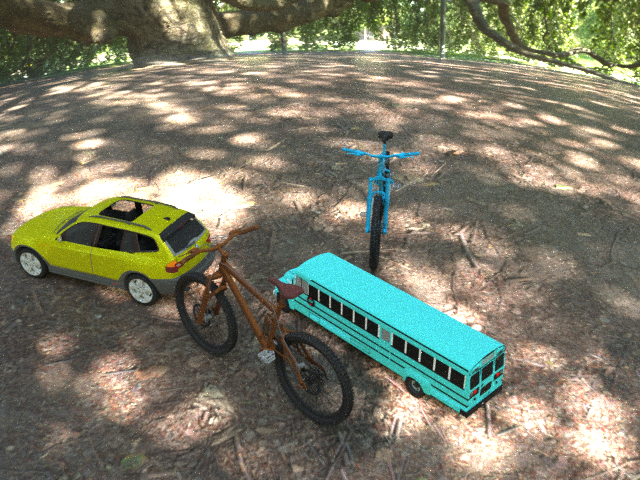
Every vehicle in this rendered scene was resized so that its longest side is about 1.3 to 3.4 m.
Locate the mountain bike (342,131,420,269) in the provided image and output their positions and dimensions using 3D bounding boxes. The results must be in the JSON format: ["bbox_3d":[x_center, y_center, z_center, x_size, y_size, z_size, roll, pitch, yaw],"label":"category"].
[{"bbox_3d":[0.949,-0.799,10.922,1.114,1.688,2.857,4,29,7],"label":"mountain bike"}]

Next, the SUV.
[{"bbox_3d":[-3.024,-0.020,10.092,3.058,1.128,1.276,11,31,19],"label":"SUV"}]

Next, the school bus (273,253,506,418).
[{"bbox_3d":[0.670,0.981,8.580,0.709,0.844,3.322,-24,37,-37],"label":"school bus"}]

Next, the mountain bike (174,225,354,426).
[{"bbox_3d":[-0.729,0.921,7.816,2.857,1.688,1.114,24,37,36],"label":"mountain bike"}]
